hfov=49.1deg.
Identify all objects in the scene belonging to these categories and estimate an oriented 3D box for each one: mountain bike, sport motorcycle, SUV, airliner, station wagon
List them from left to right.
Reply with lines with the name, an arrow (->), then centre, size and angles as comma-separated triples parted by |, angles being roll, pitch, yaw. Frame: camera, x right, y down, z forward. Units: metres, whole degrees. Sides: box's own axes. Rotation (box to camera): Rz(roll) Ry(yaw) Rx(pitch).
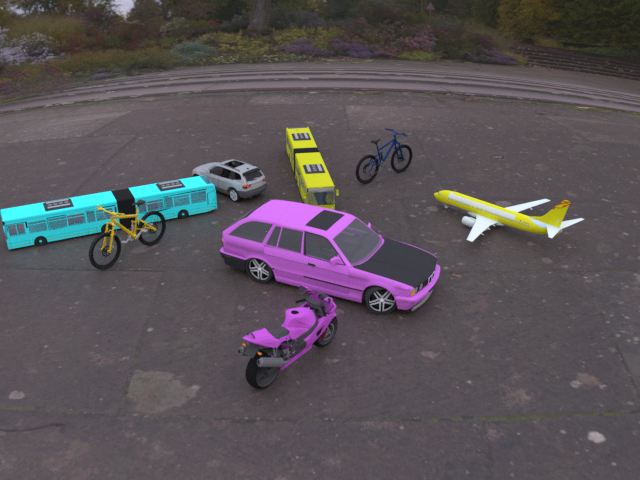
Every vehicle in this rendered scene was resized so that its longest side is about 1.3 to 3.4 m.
mountain bike -> -2.867, -0.150, 10.448 | 0.573, 0.868, 1.469 | 17, 32, 30
SUV -> -1.675, -1.176, 12.794 | 1.572, 0.580, 0.656 | 21, 34, 36
sport motorcycle -> -0.304, 1.099, 8.029 | 0.506, 0.821, 1.520 | 21, 34, 36
station wagon -> 0.135, 0.135, 9.826 | 3.105, 0.920, 1.327 | 13, 30, 24
mountain bike -> 1.241, -1.593, 13.300 | 1.469, 0.868, 0.573 | -20, 33, -35
airliner -> 2.877, -0.598, 11.369 | 2.257, 0.835, 2.541 | -23, 35, -38

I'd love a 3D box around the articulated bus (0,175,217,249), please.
articulated bus -> -3.394, -0.486, 11.451 | 3.401, 0.561, 0.605 | -12, 29, -23

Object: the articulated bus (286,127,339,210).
articulated bus -> -0.231, -1.391, 13.240 | 0.605, 0.561, 3.401 | -4, 27, -8
